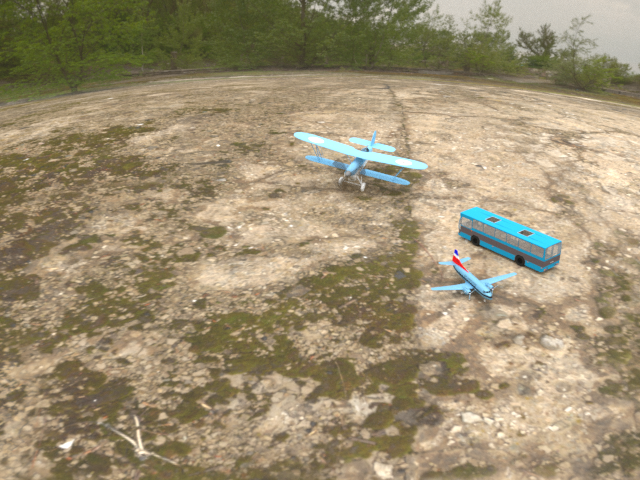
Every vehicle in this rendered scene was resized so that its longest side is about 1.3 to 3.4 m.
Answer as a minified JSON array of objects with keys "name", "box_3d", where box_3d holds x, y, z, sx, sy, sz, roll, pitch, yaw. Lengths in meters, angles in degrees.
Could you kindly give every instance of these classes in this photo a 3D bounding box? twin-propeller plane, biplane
[{"name":"twin-propeller plane","box_3d":[2.151,0.514,9.958,1.370,0.407,1.095,-9,27,-18]},{"name":"biplane","box_3d":[0.846,-1.573,13.600,2.598,0.981,2.120,8,27,16]}]

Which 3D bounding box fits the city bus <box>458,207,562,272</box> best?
[{"name":"city bus","box_3d":[2.937,-0.011,10.979,0.476,0.460,1.674,-19,32,-33]}]
